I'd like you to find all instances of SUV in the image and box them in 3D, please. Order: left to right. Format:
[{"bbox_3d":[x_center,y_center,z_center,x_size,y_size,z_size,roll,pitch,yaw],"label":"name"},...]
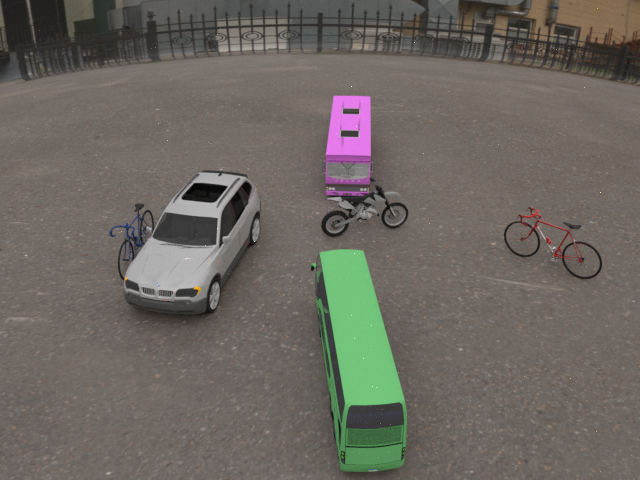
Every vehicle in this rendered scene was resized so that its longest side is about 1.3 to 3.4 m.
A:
[{"bbox_3d":[-1.795,-0.068,10.329,1.276,1.128,3.058,7,31,11],"label":"SUV"}]

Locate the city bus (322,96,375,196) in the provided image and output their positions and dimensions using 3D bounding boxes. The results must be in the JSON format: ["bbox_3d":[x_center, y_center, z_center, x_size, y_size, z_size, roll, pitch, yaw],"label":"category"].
[{"bbox_3d":[0.584,-1.880,13.707,0.926,0.894,3.255,2,30,3],"label":"city bus"}]

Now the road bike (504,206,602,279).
[{"bbox_3d":[3.463,0.032,10.432,1.545,0.852,0.358,23,37,34],"label":"road bike"}]

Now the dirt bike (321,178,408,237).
[{"bbox_3d":[0.741,-0.506,11.361,1.493,0.857,0.527,-8,31,-13],"label":"dirt bike"}]

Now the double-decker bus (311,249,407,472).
[{"bbox_3d":[0.389,1.196,8.214,0.756,1.052,3.251,-3,30,-4],"label":"double-decker bus"}]

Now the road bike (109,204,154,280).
[{"bbox_3d":[-2.782,-0.053,10.580,0.358,0.852,1.545,3,30,5],"label":"road bike"}]
